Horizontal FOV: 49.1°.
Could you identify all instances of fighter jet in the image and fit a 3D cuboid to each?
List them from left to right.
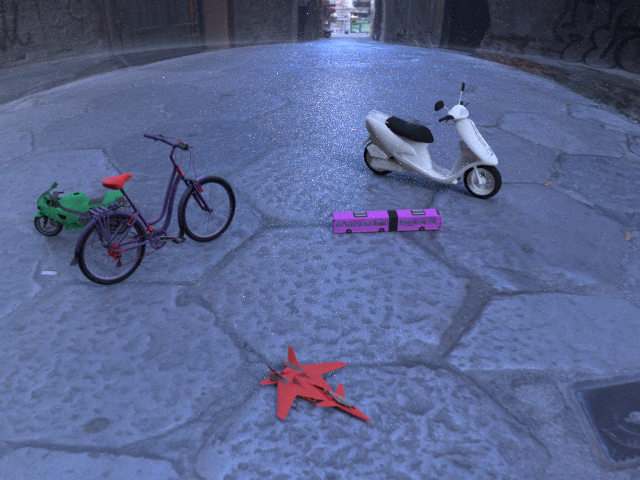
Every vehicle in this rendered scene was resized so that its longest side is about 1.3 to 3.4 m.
[{"bbox_3d":[0.018,1.656,7.812,1.358,0.286,1.147,22,37,32],"label":"fighter jet"}]

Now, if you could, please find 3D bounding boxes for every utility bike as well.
[{"bbox_3d":[-2.401,-0.531,10.017,2.791,1.839,1.039,-27,40,-38],"label":"utility bike"}]

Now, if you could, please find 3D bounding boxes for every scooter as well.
[{"bbox_3d":[1.903,-1.767,12.186,2.721,1.786,1.288,16,34,26],"label":"scooter"}]

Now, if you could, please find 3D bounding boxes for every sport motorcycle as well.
[{"bbox_3d":[-3.702,-0.447,10.884,1.520,0.821,0.506,-2,30,-4],"label":"sport motorcycle"}]

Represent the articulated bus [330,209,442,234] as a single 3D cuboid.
[{"bbox_3d":[1.051,-0.305,11.168,1.749,0.289,0.311,-2,30,-3],"label":"articulated bus"}]
